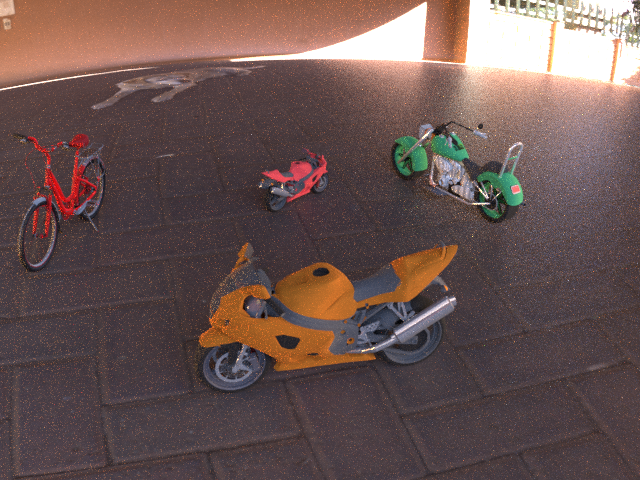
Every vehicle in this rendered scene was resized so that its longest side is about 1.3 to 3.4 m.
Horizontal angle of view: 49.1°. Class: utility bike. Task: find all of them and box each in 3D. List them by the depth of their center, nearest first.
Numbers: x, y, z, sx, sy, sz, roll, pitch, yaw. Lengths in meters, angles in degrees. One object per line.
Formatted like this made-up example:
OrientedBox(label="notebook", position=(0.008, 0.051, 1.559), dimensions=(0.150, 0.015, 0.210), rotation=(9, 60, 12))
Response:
OrientedBox(label="utility bike", position=(-3.739, -0.806, 10.475), dimensions=(1.039, 1.839, 2.791), rotation=(4, 29, 8))

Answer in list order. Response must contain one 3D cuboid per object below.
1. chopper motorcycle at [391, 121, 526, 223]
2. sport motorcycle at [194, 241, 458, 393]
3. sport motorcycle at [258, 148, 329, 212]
OrientedBox(label="chopper motorcycle", position=(2.245, -1.357, 11.870), dimensions=(0.906, 1.480, 3.040), rotation=(-17, 33, -28))
OrientedBox(label="sport motorcycle", position=(0.073, 0.849, 7.674), dimensions=(2.955, 1.596, 0.983), rotation=(-7, 29, -13))
OrientedBox(label="sport motorcycle", position=(-0.399, -1.022, 11.943), dimensions=(0.506, 0.821, 1.520), rotation=(25, 37, 38))
